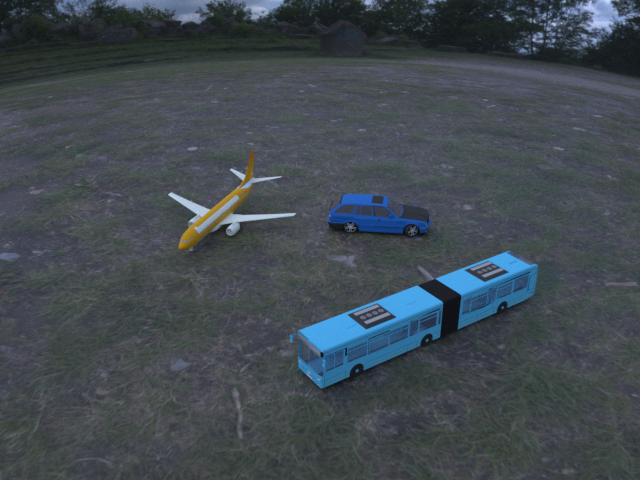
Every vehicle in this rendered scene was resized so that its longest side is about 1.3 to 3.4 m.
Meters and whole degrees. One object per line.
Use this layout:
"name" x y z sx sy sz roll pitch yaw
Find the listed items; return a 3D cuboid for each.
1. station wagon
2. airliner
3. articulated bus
"station wagon" 0.928 -0.418 10.920 1.597 0.473 0.682 4 28 7
"airliner" -1.544 -0.625 10.927 2.257 0.835 2.541 10 29 19
"articulated bus" 1.248 0.866 8.336 3.401 0.561 0.605 -17 32 -30
